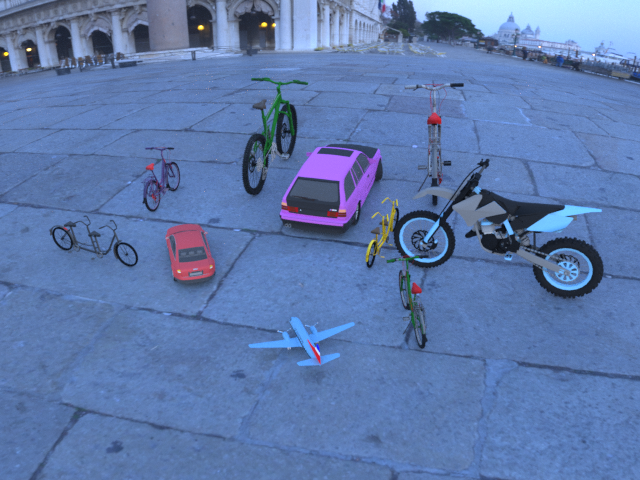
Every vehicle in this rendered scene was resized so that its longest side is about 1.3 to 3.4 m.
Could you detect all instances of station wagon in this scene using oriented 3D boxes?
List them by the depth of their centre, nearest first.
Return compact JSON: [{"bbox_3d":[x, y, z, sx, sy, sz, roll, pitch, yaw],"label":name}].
[{"bbox_3d":[0.285,-1.140,12.222,1.327,0.920,3.105,8,30,14],"label":"station wagon"}]

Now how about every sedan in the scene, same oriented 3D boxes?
[{"bbox_3d":[-1.943,0.114,10.380,0.635,0.483,1.613,-8,30,-14],"label":"sedan"}]

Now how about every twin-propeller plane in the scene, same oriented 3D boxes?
[{"bbox_3d":[-0.178,1.178,8.507,1.370,0.407,1.095,-10,30,-17],"label":"twin-propeller plane"}]

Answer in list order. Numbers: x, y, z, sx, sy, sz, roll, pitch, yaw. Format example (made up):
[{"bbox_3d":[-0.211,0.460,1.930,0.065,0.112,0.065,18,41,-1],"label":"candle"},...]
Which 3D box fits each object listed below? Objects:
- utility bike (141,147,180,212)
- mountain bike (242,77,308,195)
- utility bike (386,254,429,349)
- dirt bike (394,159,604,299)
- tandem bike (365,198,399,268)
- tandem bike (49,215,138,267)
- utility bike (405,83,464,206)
[{"bbox_3d":[-2.814,-1.119,12.159,0.535,0.946,1.435,7,29,12],"label":"utility bike"},{"bbox_3d":[-0.892,-2.010,13.017,1.114,1.688,2.857,8,30,14],"label":"mountain bike"},{"bbox_3d":[1.115,0.701,8.820,0.535,0.946,1.435,-3,29,-6],"label":"utility bike"},{"bbox_3d":[2.418,-0.136,9.603,2.903,1.666,1.024,11,31,20],"label":"dirt bike"},{"bbox_3d":[0.971,-0.169,10.692,0.283,0.682,1.642,11,30,19],"label":"tandem bike"},{"bbox_3d":[-3.404,-0.031,10.438,1.642,0.682,0.283,12,31,21],"label":"tandem bike"},{"bbox_3d":[1.977,-1.830,12.529,1.039,1.839,2.791,4,29,7],"label":"utility bike"}]
